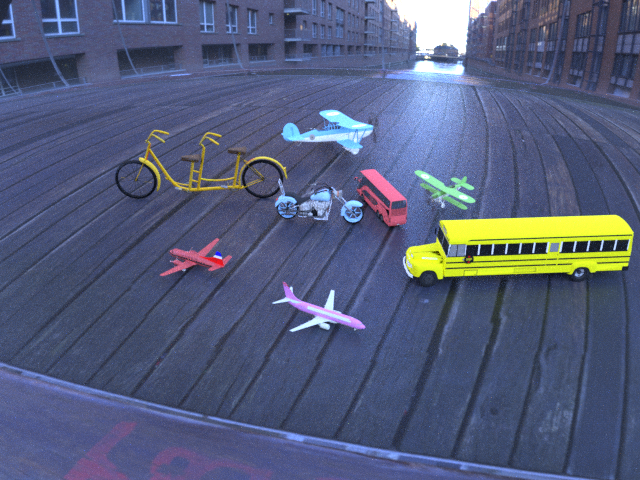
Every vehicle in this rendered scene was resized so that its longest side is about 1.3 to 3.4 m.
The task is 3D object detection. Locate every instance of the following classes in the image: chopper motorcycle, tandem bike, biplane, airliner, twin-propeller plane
[{"bbox_3d":[-0.007,-0.674,12.186,1.563,0.761,0.466,2,28,5],"label":"chopper motorcycle"},{"bbox_3d":[-2.207,-1.367,12.901,3.192,1.326,0.550,-1,28,-1],"label":"tandem bike"},{"bbox_3d":[0.226,-2.303,15.059,2.120,0.981,2.598,-8,29,-15],"label":"biplane"},{"bbox_3d":[0.031,0.909,9.523,1.307,0.429,1.161,15,31,26],"label":"airliner"},{"bbox_3d":[2.378,-0.902,12.899,1.090,0.504,1.336,-24,36,-38],"label":"biplane"},{"bbox_3d":[-1.920,0.250,10.805,1.095,0.407,1.370,15,31,27],"label":"twin-propeller plane"}]

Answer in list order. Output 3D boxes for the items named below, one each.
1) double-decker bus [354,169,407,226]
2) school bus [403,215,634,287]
[{"bbox_3d":[1.090,-0.798,12.660,0.389,0.541,1.672,-9,29,-16],"label":"double-decker bus"},{"bbox_3d":[2.936,0.135,10.552,3.322,0.844,0.709,-2,28,-4],"label":"school bus"}]
